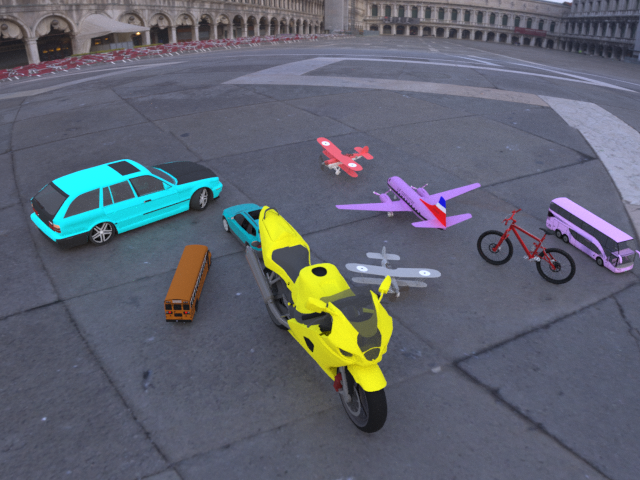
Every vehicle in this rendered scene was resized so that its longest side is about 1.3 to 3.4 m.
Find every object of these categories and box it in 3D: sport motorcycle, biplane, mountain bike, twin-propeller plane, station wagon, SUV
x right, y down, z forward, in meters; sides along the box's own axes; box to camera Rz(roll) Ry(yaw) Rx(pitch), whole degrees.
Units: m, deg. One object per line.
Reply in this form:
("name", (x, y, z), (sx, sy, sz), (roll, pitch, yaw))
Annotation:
("sport motorcycle", (-0.036, 0.830, 8.044), (0.983, 1.596, 2.955), (-14, 32, -23))
("biplane", (0.498, -1.549, 13.374), (1.090, 0.504, 1.336), (-18, 34, -29))
("mountain bike", (2.965, 0.106, 10.069), (1.469, 0.868, 0.573), (19, 35, 30))
("twin-propeller plane", (1.584, -0.715, 11.603), (2.663, 0.792, 2.129), (-10, 31, -17))
("biplane", (0.991, 0.460, 9.811), (1.336, 0.504, 1.090), (-3, 30, -6))
("station wagon", (-3.134, -0.805, 11.631), (3.105, 0.920, 1.327), (-23, 36, -34))
("SUV", (-1.016, -0.236, 10.969), (0.656, 0.580, 1.572), (-15, 33, -24))

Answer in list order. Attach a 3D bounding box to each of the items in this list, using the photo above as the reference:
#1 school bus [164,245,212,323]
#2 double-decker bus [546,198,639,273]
("school bus", (-1.809, 0.533, 9.754), (0.365, 0.434, 1.708), (1, 29, 1))
("double-decker bus", (4.145, -0.079, 10.730), (0.389, 0.541, 1.672), (-12, 31, -20))
